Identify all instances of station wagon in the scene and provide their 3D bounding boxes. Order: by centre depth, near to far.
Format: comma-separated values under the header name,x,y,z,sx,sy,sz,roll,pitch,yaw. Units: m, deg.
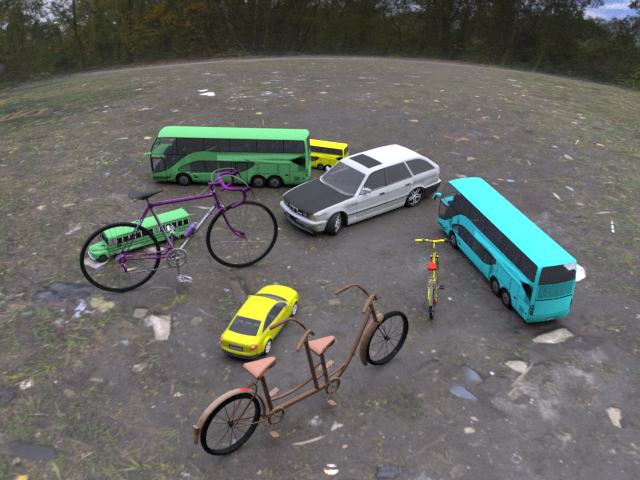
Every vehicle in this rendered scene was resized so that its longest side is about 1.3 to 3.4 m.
name,x,y,z,sx,sy,sz,roll,pitch,yaw
station wagon,0.761,-1.013,12.760,3.105,0.920,1.327,-20,35,-31

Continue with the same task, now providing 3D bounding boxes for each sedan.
name,x,y,z,sx,sy,sz,roll,pitch,yaw
sedan,-0.796,1.025,9.572,0.635,0.483,1.613,11,31,18

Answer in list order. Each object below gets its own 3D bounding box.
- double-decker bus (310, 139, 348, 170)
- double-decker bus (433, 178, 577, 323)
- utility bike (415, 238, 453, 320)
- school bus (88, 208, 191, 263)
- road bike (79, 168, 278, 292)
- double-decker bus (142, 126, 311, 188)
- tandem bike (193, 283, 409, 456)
name,x,y,z,sx,sy,sz,roll,pitch,yaw
double-decker bus,-0.235,-1.804,14.558,1.672,0.541,0.389,10,31,17
double-decker bus,2.739,0.013,10.796,0.756,1.052,3.251,-8,30,-13
utility bike,1.595,0.475,10.081,0.535,0.946,1.435,6,30,10
school bus,-2.988,-0.086,11.604,1.708,0.434,0.365,-18,34,-29
road bike,-2.055,-0.125,10.425,3.004,1.656,0.697,-11,31,-19
double-decker bus,-1.802,-1.645,13.752,3.251,1.052,0.756,2,29,3
tandem bike,-0.087,1.390,8.061,3.192,1.326,0.550,-22,36,-34
